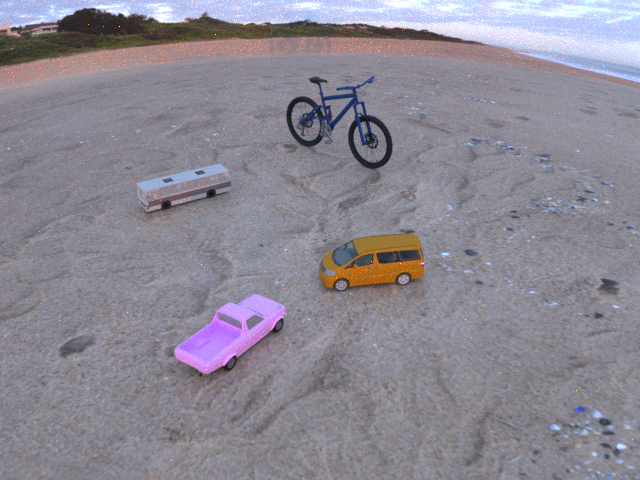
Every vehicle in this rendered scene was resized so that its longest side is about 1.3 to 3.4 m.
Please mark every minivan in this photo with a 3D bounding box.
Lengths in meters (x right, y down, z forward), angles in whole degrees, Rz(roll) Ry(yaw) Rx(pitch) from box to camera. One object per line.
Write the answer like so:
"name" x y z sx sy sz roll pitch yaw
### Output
"minivan" 0.757 0.305 10.387 1.548 0.616 0.681 -5 30 -8

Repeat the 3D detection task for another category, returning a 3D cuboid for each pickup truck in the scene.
"pickup truck" -1.116 1.148 8.984 0.640 0.511 1.603 19 34 30

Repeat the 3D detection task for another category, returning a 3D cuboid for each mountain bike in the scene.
"mountain bike" 0.337 -2.503 14.317 2.857 1.688 1.114 24 37 36

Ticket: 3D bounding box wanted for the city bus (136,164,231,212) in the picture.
"city bus" -2.468 -0.949 12.792 1.674 0.460 0.476 -18 34 -28
